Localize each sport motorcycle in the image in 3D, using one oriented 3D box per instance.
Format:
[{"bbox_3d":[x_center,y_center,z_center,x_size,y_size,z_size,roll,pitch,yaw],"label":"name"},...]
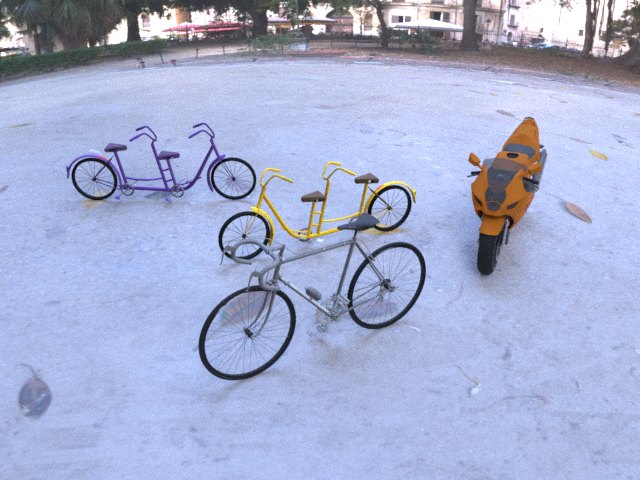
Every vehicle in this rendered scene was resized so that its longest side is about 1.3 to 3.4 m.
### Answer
[{"bbox_3d":[2.780,-0.717,10.336,0.983,1.596,2.955,12,30,21],"label":"sport motorcycle"}]

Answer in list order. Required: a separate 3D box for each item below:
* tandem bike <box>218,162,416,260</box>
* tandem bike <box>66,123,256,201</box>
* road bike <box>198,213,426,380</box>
[{"bbox_3d":[0.037,-0.514,10.241,3.192,1.326,0.550,-12,30,-21],"label":"tandem bike"},{"bbox_3d":[-2.667,-1.271,11.683,3.192,1.326,0.550,0,28,0],"label":"tandem bike"},{"bbox_3d":[0.024,0.561,7.835,3.004,1.656,0.697,-16,32,-28],"label":"road bike"}]
